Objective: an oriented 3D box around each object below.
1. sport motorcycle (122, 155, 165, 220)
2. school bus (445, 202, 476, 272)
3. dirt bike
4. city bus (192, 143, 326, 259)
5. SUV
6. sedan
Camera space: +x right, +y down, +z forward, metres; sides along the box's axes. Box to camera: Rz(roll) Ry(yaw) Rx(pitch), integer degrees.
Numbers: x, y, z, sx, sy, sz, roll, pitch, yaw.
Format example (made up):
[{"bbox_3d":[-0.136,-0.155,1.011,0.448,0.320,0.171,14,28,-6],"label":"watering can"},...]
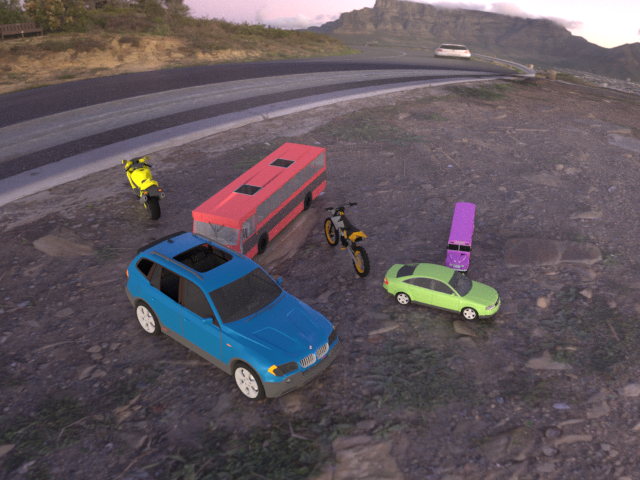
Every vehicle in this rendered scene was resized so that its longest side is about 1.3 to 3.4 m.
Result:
[{"bbox_3d":[-3.074,-0.933,12.256,0.506,0.821,1.520,-13,31,-23],"label":"sport motorcycle"},{"bbox_3d":[2.221,-0.057,11.012,0.365,0.434,1.708,7,29,12],"label":"school bus"},{"bbox_3d":[0.386,-0.073,10.591,0.527,0.857,1.493,-12,30,-21],"label":"dirt bike"},{"bbox_3d":[-0.892,-0.649,11.639,0.926,0.894,3.255,11,30,20],"label":"city bus"},{"bbox_3d":[-1.164,0.798,8.652,3.058,1.128,1.276,23,35,36],"label":"SUV"},{"bbox_3d":[1.671,0.646,9.629,1.613,0.483,0.635,12,30,21],"label":"sedan"}]
